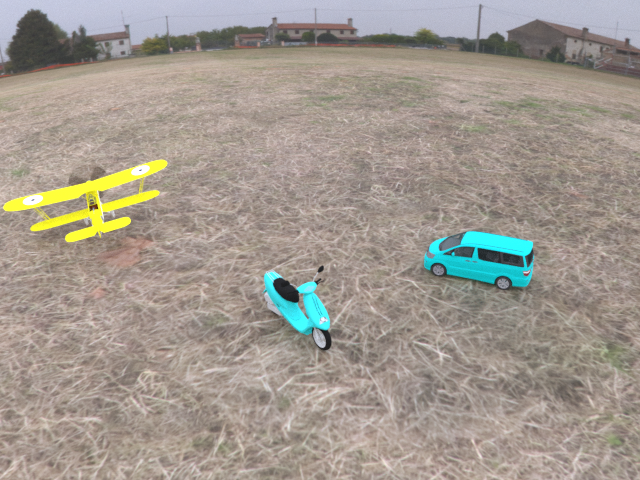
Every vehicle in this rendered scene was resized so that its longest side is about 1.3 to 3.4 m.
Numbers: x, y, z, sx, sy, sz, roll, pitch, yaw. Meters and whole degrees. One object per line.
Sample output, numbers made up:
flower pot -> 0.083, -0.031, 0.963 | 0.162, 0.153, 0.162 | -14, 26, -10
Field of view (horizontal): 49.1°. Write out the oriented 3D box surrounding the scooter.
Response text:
scooter -> -0.307, 0.753, 8.883 | 0.662, 0.919, 1.399 | -21, 34, -33

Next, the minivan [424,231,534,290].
minivan -> 2.301, 0.234, 10.172 | 1.548, 0.616, 0.681 | 11, 30, 20

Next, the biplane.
biplane -> -3.643, -0.505, 11.165 | 2.598, 0.981, 2.120 | -10, 30, -18
